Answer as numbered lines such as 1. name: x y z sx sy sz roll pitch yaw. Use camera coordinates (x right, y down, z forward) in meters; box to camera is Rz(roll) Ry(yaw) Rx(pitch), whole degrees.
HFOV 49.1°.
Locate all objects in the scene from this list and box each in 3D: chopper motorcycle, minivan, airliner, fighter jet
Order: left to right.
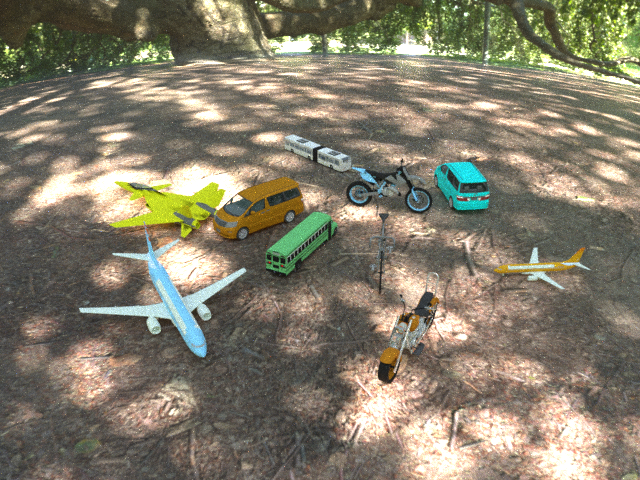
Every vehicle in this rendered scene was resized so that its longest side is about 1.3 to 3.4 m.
1. fighter jet: -2.762 -0.812 11.992 2.640 0.557 2.229 22 35 35
2. airliner: -1.928 0.613 9.066 2.257 0.835 2.541 -14 31 -23
3. minivan: -1.010 -0.529 11.407 1.548 0.616 0.681 -21 35 -34
4. chopper motorcycle: 1.080 1.029 8.375 0.466 0.761 1.563 15 32 25
5. minivan: 2.478 -1.042 12.356 0.681 0.616 1.548 -3 29 -6
6. airliner: 3.150 0.314 10.044 1.307 0.429 1.161 -2 28 -3

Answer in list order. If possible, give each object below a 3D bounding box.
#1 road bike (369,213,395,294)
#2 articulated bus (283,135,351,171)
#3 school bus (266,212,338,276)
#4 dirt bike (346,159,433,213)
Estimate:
1. road bike: 0.886 0.114 9.972 0.358 0.852 1.545 3 29 5
2. articulated bus: -0.072 -1.748 14.003 0.311 0.289 1.749 -24 36 -36
3. school bus: -0.233 0.003 10.615 0.365 0.434 1.708 14 31 24
4. dirt bike: 1.172 -0.903 11.845 1.493 0.857 0.527 8 29 14
